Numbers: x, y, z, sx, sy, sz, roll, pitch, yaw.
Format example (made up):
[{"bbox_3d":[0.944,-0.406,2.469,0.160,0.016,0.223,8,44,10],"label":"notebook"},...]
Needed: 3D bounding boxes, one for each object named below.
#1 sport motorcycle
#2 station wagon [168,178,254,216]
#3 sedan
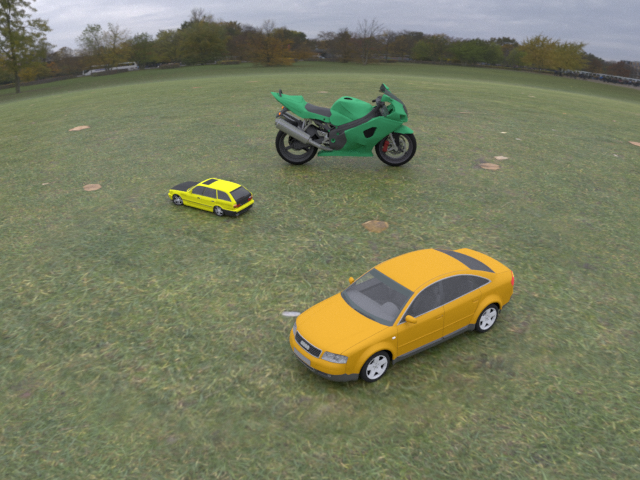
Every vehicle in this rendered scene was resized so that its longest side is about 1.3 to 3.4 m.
[{"bbox_3d":[0.494,-2.276,14.164,2.955,1.596,0.983,1,26,3],"label":"sport motorcycle"},{"bbox_3d":[-1.968,-0.829,12.474,1.597,0.473,0.682,15,29,27],"label":"station wagon"},{"bbox_3d":[1.070,0.764,8.667,3.137,0.940,1.235,-17,31,-31],"label":"sedan"}]
